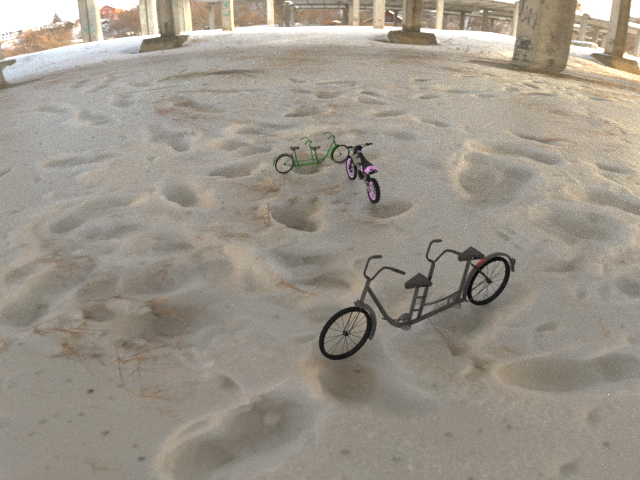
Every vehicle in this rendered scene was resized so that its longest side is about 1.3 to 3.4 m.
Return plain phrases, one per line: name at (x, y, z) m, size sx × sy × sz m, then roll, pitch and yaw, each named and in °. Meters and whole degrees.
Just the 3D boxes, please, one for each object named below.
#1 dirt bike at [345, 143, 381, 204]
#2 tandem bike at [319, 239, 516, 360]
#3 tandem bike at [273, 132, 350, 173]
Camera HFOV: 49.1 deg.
dirt bike at (0.771, -1.292, 12.836) m, size 0.527 × 0.857 × 1.493 m, roll -11°, pitch 32°, yaw -18°
tandem bike at (1.366, 0.626, 9.086) m, size 3.192 × 1.326 × 0.550 m, roll -16°, pitch 34°, yaw -26°
tandem bike at (-0.154, -1.717, 13.737) m, size 1.642 × 0.682 × 0.283 m, roll -13°, pitch 33°, yaw -20°
